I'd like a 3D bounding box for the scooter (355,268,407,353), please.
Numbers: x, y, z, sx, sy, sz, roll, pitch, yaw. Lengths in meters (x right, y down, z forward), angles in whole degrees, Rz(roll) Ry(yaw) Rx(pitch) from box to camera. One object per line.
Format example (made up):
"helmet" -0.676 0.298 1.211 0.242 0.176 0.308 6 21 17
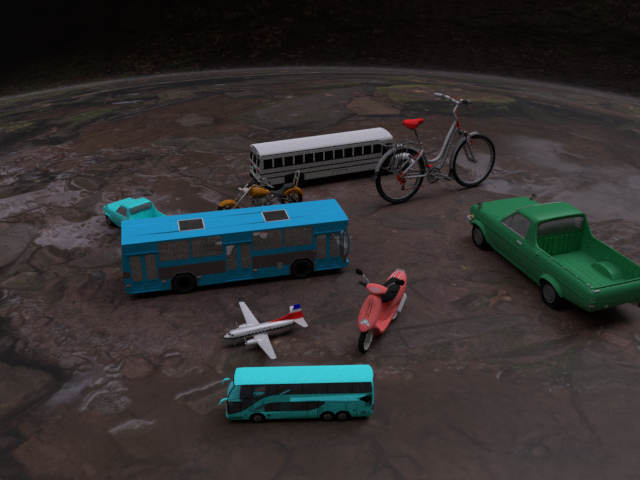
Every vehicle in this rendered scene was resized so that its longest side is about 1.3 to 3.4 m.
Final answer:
"scooter" 0.811 0.766 8.989 0.662 0.919 1.399 13 30 24

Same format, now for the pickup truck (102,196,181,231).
"pickup truck" -2.995 -0.381 11.682 0.640 0.511 1.603 -24 36 -39

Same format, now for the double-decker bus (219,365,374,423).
"double-decker bus" -0.247 1.669 7.637 1.672 0.541 0.389 -1 27 -2

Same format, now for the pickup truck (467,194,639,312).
"pickup truck" 3.429 0.055 10.299 1.244 0.993 3.117 -9 29 -18

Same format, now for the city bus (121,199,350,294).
"city bus" -1.228 0.108 10.303 3.255 0.894 0.926 -7 28 -13

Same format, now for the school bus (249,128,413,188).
"school bus" 0.286 -1.633 13.765 3.322 0.844 0.709 -11 29 -20

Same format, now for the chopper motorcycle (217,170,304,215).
"chopper motorcycle" -1.025 -0.755 12.139 1.563 0.761 0.466 -11 29 -20

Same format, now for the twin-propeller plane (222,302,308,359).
"twin-propeller plane" -0.720 1.084 8.929 1.095 0.407 1.370 -11 29 -20

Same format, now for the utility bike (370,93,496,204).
"utility bike" 2.082 -1.718 12.838 2.791 1.839 1.039 -13 30 -24
